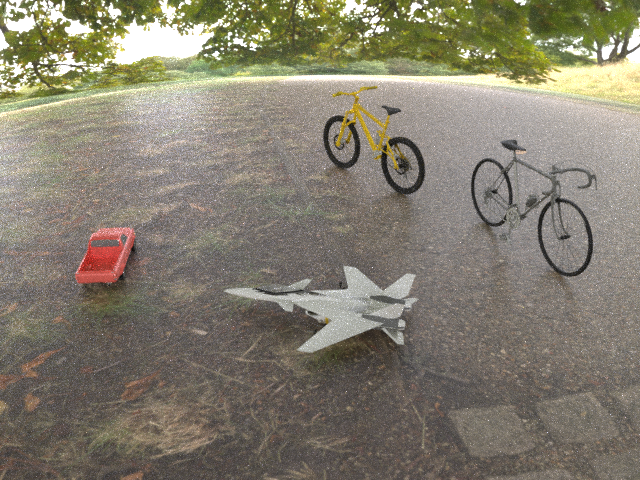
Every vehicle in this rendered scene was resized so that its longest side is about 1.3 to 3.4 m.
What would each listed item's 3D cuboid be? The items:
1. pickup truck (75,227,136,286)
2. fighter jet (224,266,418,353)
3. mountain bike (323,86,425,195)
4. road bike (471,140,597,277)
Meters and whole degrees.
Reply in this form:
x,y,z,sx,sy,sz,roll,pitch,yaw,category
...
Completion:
x,y,z,sx,sy,sz,roll,pitch,yaw,category
-3.184,0.180,10.468,0.640,0.511,1.603,-2,26,-4,pickup truck
-0.075,0.715,9.327,2.640,0.557,2.229,7,27,15,fighter jet
0.986,-1.954,13.478,1.114,1.688,2.857,-19,32,-34,mountain bike
3.202,-0.637,10.833,0.696,1.656,3.004,-10,28,-19,road bike
